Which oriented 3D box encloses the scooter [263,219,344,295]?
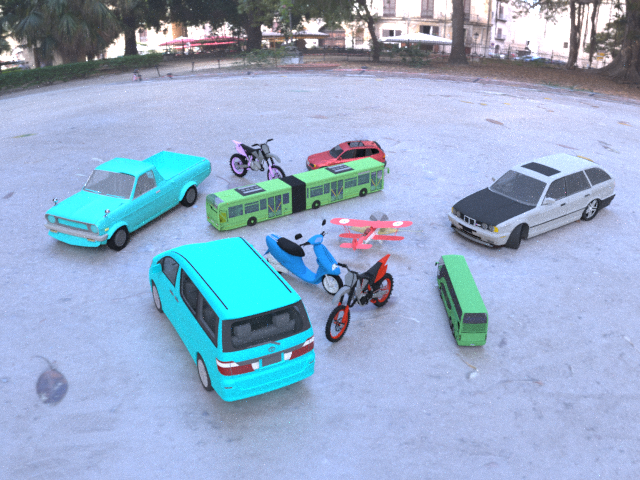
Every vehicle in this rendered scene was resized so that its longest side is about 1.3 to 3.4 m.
[{"bbox_3d":[-0.246,0.190,9.651,1.399,0.919,0.662,19,32,33],"label":"scooter"}]

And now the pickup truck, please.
[{"bbox_3d":[-3.095,-0.841,11.662,1.244,0.993,3.117,12,29,22],"label":"pickup truck"}]

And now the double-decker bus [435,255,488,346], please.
[{"bbox_3d":[1.805,0.720,9.003,0.389,0.541,1.672,0,26,-1],"label":"double-decker bus"}]

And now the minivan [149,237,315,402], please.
[{"bbox_3d":[-1.180,0.663,8.377,1.324,1.197,3.011,-13,29,-25],"label":"minivan"}]

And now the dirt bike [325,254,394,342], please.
[{"bbox_3d":[0.526,0.665,8.757,0.527,0.857,1.493,18,31,32],"label":"dirt bike"}]

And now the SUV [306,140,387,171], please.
[{"bbox_3d":[0.511,-1.595,13.660,1.572,0.580,0.656,-6,27,-11],"label":"SUV"}]

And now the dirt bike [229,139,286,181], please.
[{"bbox_3d":[-1.175,-1.465,13.082,1.493,0.857,0.527,21,33,36],"label":"dirt bike"}]

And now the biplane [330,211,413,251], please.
[{"bbox_3d":[0.701,-0.078,10.665,1.336,0.504,1.090,12,29,23],"label":"biplane"}]

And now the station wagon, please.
[{"bbox_3d":[3.526,-0.736,11.530,3.105,0.920,1.327,-17,31,-31],"label":"station wagon"}]

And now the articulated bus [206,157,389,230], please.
[{"bbox_3d":[-0.323,-0.831,12.130,3.401,0.561,0.605,-16,31,-30],"label":"articulated bus"}]
